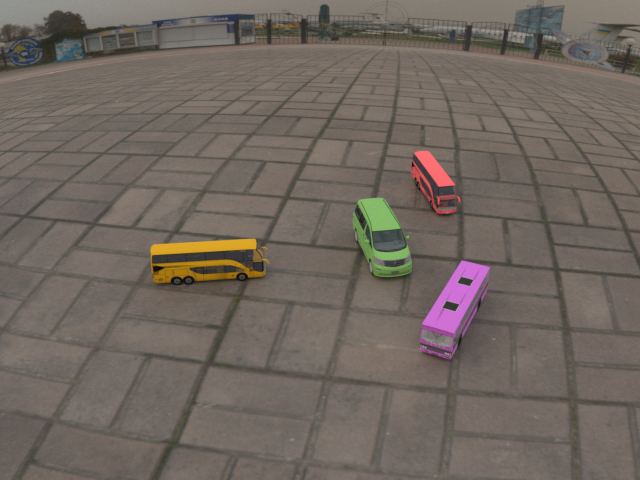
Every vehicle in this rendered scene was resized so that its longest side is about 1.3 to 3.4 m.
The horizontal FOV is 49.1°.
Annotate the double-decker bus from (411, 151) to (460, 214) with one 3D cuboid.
[{"bbox_3d":[2.004,-1.013,12.338,0.389,0.541,1.672,-5,30,-9],"label":"double-decker bus"}]

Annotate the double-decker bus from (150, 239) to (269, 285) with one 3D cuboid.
[{"bbox_3d":[-1.573,0.306,10.066,1.672,0.541,0.389,-3,30,-6],"label":"double-decker bus"}]

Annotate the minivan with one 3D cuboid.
[{"bbox_3d":[0.933,-0.051,10.607,0.681,0.616,1.548,-5,31,-9],"label":"minivan"}]

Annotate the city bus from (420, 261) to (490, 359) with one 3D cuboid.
[{"bbox_3d":[1.781,0.891,9.138,0.476,0.460,1.674,14,33,23],"label":"city bus"}]
